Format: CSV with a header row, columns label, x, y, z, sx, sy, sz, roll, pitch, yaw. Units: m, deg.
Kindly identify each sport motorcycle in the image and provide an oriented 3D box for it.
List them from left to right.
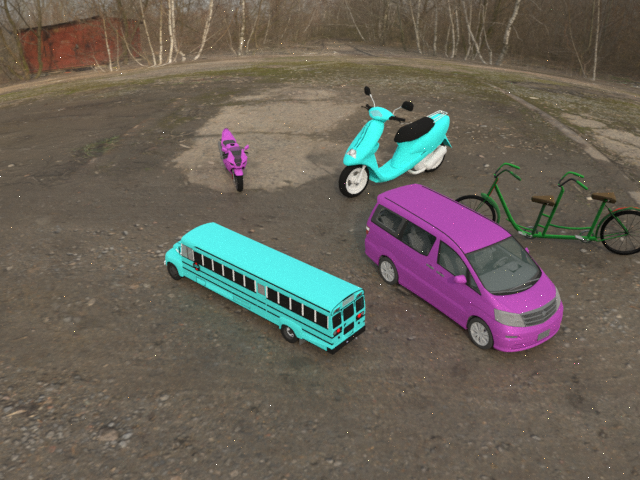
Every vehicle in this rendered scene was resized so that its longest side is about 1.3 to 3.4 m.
label,x,y,z,sx,sy,sz,roll,pitch,yaw
sport motorcycle,-1.646,-1.528,13.248,0.506,0.821,1.520,-8,30,-14

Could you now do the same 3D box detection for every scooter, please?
label,x,y,z,sx,sy,sz,roll,pitch,yaw
scooter,1.437,-1.868,12.864,2.721,1.786,1.288,-20,34,-31

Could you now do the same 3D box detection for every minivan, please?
label,x,y,z,sx,sy,sz,roll,pitch,yaw
minivan,1.905,0.296,9.548,1.324,1.197,3.011,-18,34,-30

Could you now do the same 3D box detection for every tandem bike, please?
label,x,y,z,sx,sy,sz,roll,pitch,yaw
tandem bike,3.589,-0.470,10.804,3.192,1.326,0.550,6,29,11

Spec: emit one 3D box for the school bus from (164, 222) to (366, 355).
label,x,y,z,sx,sy,sz,roll,pitch,yaw
school bus,-0.891,0.527,9.495,3.322,0.844,0.709,22,36,35
